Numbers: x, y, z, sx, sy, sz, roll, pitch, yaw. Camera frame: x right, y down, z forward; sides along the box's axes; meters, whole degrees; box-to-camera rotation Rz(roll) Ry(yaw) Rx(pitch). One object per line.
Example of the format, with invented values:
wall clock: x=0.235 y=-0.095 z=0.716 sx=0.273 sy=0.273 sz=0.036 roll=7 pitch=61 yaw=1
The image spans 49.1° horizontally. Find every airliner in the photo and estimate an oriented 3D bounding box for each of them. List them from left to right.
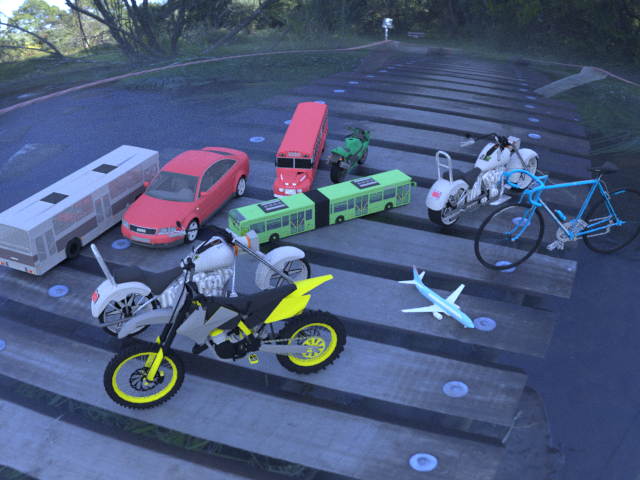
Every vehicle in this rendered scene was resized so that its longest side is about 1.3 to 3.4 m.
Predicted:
airliner: x=1.703 y=0.801 z=9.820 sx=1.161 sy=0.429 sz=1.307 roll=-19 pitch=35 yaw=-29

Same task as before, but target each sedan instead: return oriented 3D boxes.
sedan: x=-2.293 y=-0.904 z=12.254 sx=1.235 sy=0.940 sz=3.137 roll=11 pitch=32 yaw=18

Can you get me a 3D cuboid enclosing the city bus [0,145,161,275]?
city bus: x=-3.911 y=-0.559 z=11.704 sx=0.926 sy=0.894 sz=3.255 roll=13 pitch=32 yaw=21

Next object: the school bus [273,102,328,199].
school bus: x=-0.347 y=-1.801 z=13.900 sx=0.709 sy=0.844 sz=3.322 roll=3 pitch=30 yaw=6

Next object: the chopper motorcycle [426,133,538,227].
chopper motorcycle: x=2.948 y=-1.225 z=12.271 sx=3.040 sy=1.480 sz=0.906 roll=-25 pitch=38 yaw=-36

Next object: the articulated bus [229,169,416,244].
articulated bus: x=0.093 y=-0.577 z=12.068 sx=3.401 sy=0.561 sz=0.605 roll=-16 pitch=34 yaw=-25

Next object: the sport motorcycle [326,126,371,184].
sport motorcycle: x=0.589 y=-1.676 z=13.707 sx=0.506 sy=0.821 sz=1.520 roll=15 pitch=33 yaw=24

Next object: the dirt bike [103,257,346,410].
dirt bike: x=-1.053 y=1.092 z=8.083 sx=2.903 sy=1.666 sz=1.024 roll=-10 pitch=31 yaw=-16

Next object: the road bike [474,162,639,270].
road bike: x=3.748 y=-0.385 z=10.643 sx=3.004 sy=1.656 sz=0.696 roll=-8 pitch=31 yaw=-13

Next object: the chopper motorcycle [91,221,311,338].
chopper motorcycle: x=-1.548 y=0.419 z=9.431 sx=3.040 sy=1.480 sz=0.906 roll=-13 pitch=33 yaw=-22
